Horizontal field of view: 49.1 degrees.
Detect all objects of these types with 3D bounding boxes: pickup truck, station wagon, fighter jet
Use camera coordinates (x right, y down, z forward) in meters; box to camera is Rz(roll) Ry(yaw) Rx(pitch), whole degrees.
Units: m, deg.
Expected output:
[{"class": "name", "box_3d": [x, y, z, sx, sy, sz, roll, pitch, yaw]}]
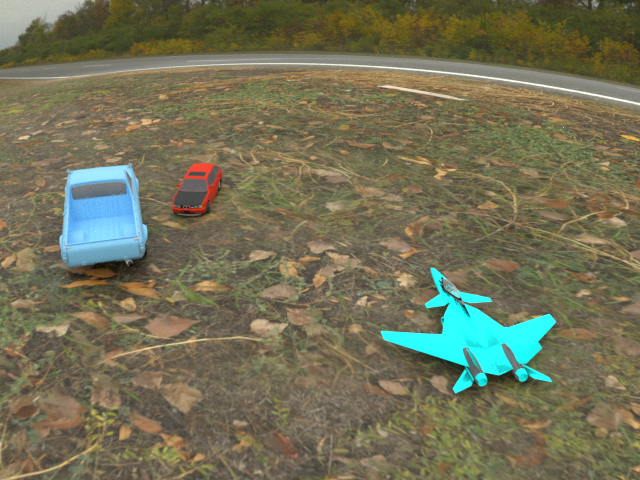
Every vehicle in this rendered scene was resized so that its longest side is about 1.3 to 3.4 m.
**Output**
[{"class": "pickup truck", "box_3d": [-3.409, -0.514, 10.960, 1.244, 0.993, 3.117, -8, 29, -14]}, {"class": "station wagon", "box_3d": [-2.150, -0.933, 12.299, 0.682, 0.473, 1.597, 2, 28, 4]}, {"class": "fighter jet", "box_3d": [1.826, 0.864, 8.838, 2.229, 0.557, 2.640, -5, 28, -9]}]
